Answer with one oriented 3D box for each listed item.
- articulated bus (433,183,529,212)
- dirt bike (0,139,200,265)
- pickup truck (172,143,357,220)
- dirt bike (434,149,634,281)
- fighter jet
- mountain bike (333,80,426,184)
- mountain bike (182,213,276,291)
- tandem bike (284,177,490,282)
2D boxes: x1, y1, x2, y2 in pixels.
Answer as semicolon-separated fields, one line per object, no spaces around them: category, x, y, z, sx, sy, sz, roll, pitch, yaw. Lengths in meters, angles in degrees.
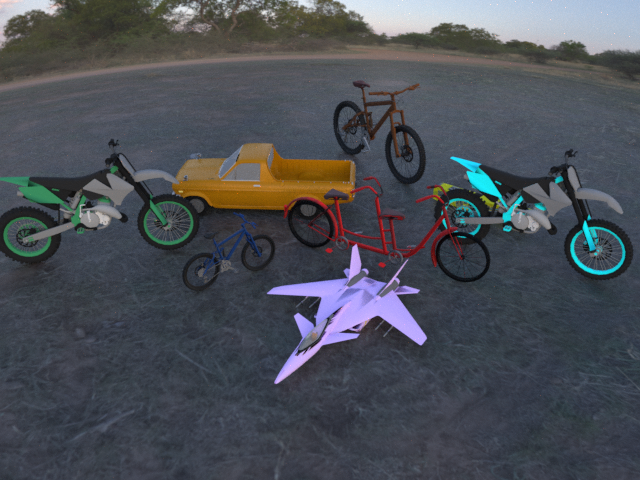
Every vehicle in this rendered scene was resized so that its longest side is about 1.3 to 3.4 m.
articulated bus;2.708;-0.595;11.770;1.749;0.289;0.311;22;35;35
dirt bike;-3.237;-0.499;10.113;2.903;1.666;1.024;-5;28;-10
pickup truck;-0.924;-1.062;11.900;3.117;0.993;1.244;2;28;3
dirt bike;3.013;-0.439;10.000;2.903;1.666;1.024;17;32;28
fighter jet;0.185;0.904;8.644;2.229;0.557;2.640;16;32;27
mountain bike;1.065;-2.164;13.241;1.114;1.688;2.857;-16;32;-28
mountain bike;-1.247;0.172;9.698;1.469;0.868;0.573;-19;33;-31
tandem bike;0.881;-0.249;10.004;3.192;1.326;0.550;13;30;23
